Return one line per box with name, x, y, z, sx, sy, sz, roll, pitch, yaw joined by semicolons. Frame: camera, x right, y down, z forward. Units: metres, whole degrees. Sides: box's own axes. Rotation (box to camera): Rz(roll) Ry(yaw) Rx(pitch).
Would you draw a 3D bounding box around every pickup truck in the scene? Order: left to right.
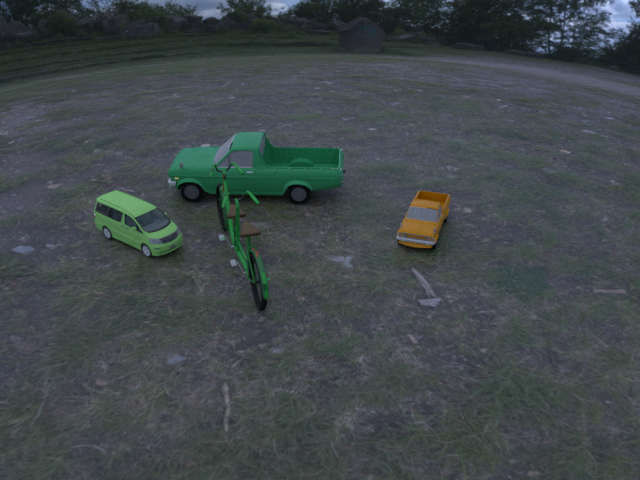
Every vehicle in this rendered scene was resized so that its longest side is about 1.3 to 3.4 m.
pickup truck;-1.104;-1.337;12.432;3.117;0.993;1.244;1;28;2
pickup truck;1.684;-0.394;11.193;0.640;0.511;1.603;9;30;16

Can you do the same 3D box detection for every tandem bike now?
tandem bike;-1.173;-0.208;9.990;0.550;1.326;3.192;-9;30;-16

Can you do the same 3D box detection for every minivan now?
minivan;-2.821;-0.266;10.845;1.548;0.616;0.681;20;34;33
